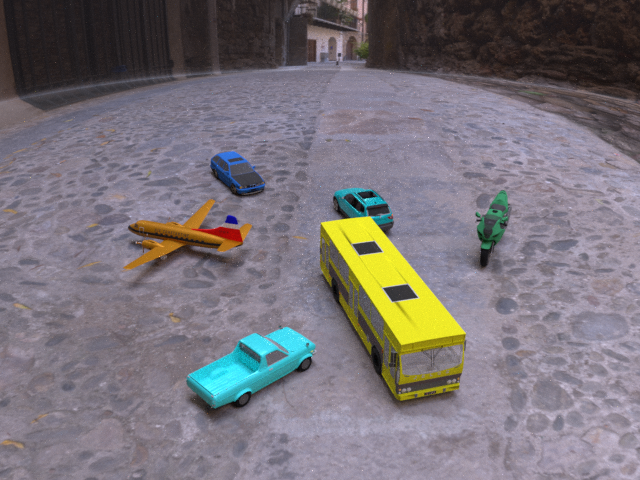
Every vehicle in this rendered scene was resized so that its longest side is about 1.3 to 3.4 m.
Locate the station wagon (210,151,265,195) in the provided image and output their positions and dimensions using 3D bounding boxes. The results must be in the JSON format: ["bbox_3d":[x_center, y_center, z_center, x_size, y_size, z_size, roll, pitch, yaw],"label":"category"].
[{"bbox_3d":[-1.652,-1.367,13.933,0.682,0.473,1.597,-14,30,-26],"label":"station wagon"}]

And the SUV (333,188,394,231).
[{"bbox_3d":[0.754,-0.617,12.357,0.656,0.580,1.572,-10,29,-18],"label":"SUV"}]

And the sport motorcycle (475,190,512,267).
[{"bbox_3d":[2.793,-0.199,11.281,0.506,0.821,1.520,11,29,20],"label":"sport motorcycle"}]

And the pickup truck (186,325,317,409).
[{"bbox_3d":[-0.793,1.469,8.378,1.603,0.511,0.640,-23,35,-37],"label":"pickup truck"}]

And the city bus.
[{"bbox_3d":[0.818,0.783,9.293,0.926,0.894,3.255,-7,28,-14],"label":"city bus"}]

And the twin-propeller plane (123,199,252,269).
[{"bbox_3d":[-2.197,-0.167,11.252,2.129,0.792,2.663,10,29,18],"label":"twin-propeller plane"}]
